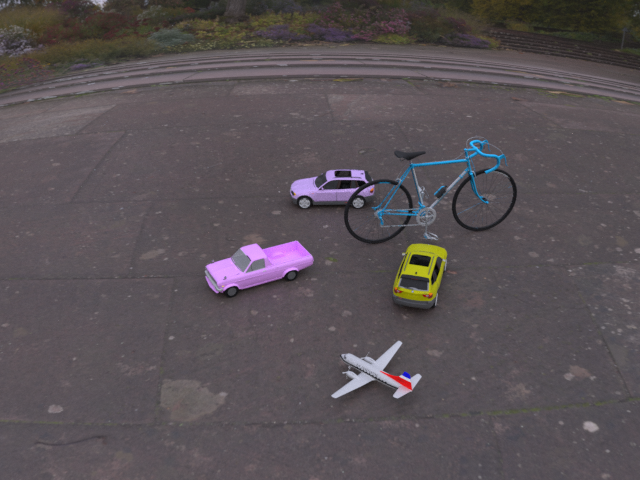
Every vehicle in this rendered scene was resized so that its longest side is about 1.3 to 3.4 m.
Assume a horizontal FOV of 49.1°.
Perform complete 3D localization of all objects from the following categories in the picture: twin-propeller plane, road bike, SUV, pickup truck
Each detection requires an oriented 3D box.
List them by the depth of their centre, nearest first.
[{"bbox_3d":[0.669,1.577,8.527,1.095,0.407,1.370,23,37,34],"label":"twin-propeller plane"},{"bbox_3d":[1.494,0.441,10.333,0.656,0.580,1.572,8,31,14],"label":"SUV"},{"bbox_3d":[-0.914,0.360,10.544,1.603,0.511,0.640,-15,33,-24],"label":"pickup truck"},{"bbox_3d":[1.847,-0.771,11.365,3.004,1.656,0.697,-7,31,-11],"label":"road bike"},{"bbox_3d":[0.230,-0.960,12.776,1.572,0.580,0.656,0,30,0],"label":"SUV"}]
